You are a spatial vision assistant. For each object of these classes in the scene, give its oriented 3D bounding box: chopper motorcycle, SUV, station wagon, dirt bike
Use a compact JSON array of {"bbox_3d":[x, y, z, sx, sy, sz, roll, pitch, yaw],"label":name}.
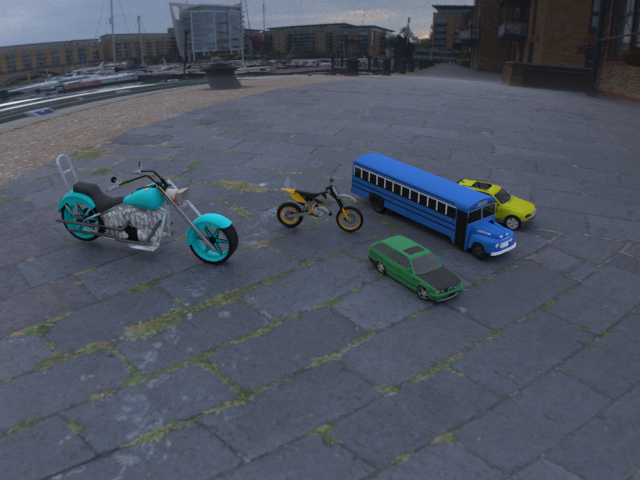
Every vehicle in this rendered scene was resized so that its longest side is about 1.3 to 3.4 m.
[{"bbox_3d":[-2.734,-0.482,10.845,3.040,1.480,0.906,8,27,15],"label":"chopper motorcycle"},{"bbox_3d":[2.978,-0.660,12.224,1.572,0.580,0.656,15,30,28],"label":"SUV"},{"bbox_3d":[1.389,0.367,10.261,0.682,0.473,1.597,-17,31,-30],"label":"station wagon"},{"bbox_3d":[-0.004,-0.563,11.714,1.493,0.857,0.527,5,27,10],"label":"dirt bike"}]

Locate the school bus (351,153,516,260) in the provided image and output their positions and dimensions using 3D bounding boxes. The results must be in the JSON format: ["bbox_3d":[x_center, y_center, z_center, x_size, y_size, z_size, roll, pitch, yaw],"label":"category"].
[{"bbox_3d":[1.856,-0.635,11.876,0.709,0.844,3.322,-19,32,-34],"label":"school bus"}]
